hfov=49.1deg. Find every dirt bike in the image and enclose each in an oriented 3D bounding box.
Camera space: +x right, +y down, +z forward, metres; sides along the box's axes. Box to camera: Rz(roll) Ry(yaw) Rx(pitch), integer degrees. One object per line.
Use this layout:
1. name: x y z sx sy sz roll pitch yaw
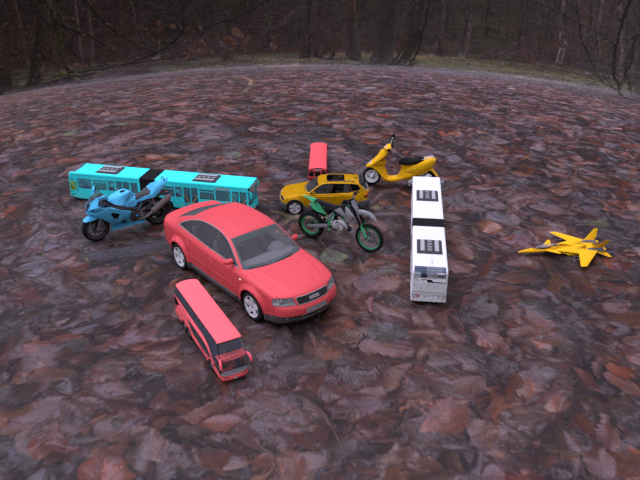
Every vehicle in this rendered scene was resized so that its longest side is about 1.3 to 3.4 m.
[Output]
1. dirt bike: 0.309 -0.314 10.804 1.493 0.857 0.527 15 30 26

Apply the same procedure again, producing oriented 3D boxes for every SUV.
1. SUV: 0.081 -0.826 12.111 1.572 0.580 0.656 0 27 0

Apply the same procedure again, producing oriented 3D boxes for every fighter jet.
1. fighter jet: 3.683 0.070 10.679 1.358 0.286 1.147 -3 27 -6

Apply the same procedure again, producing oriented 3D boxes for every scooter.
1. scooter: 1.493 -1.432 12.928 1.399 0.919 0.662 4 27 7

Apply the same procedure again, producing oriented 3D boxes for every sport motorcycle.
1. sport motorcycle: -3.097 -0.509 11.225 1.520 0.821 0.506 -19 32 -32

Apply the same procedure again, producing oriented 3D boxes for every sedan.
1. sedan: -1.052 0.138 9.827 1.235 0.940 3.137 -21 34 -35

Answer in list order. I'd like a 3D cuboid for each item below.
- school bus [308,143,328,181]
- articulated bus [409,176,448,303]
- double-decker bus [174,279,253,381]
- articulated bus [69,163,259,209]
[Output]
1. school bus: -0.030 -1.497 13.588 0.365 0.434 1.708 0 27 1
2. articulated bus: 1.649 -0.125 10.758 0.605 0.561 3.401 3 27 6
3. double-decker bus: -1.328 1.071 8.437 0.389 0.541 1.672 -14 30 -25
4. articulated bus: -2.739 -0.909 12.295 3.401 0.561 0.605 6 28 11
